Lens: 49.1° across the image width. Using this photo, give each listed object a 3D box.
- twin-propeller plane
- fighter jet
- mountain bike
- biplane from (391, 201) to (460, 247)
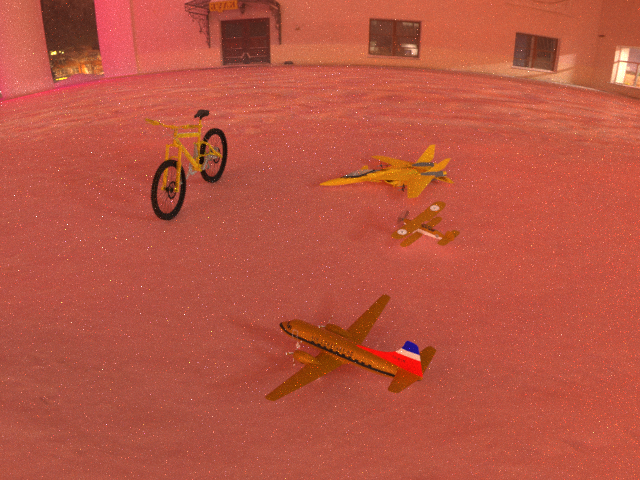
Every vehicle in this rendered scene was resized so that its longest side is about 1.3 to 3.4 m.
[{"bbox_3d":[0.334,1.286,8.714,2.129,0.792,2.663,18,33,30],"label":"twin-propeller plane"},{"bbox_3d":[1.251,-1.394,13.969,2.640,0.557,2.229,-7,29,-13],"label":"fighter jet"},{"bbox_3d":[-2.407,-1.551,13.064,1.114,1.688,2.857,9,29,16],"label":"mountain bike"},{"bbox_3d":[1.780,-0.161,11.722,1.090,0.504,1.336,25,37,38],"label":"biplane"}]
